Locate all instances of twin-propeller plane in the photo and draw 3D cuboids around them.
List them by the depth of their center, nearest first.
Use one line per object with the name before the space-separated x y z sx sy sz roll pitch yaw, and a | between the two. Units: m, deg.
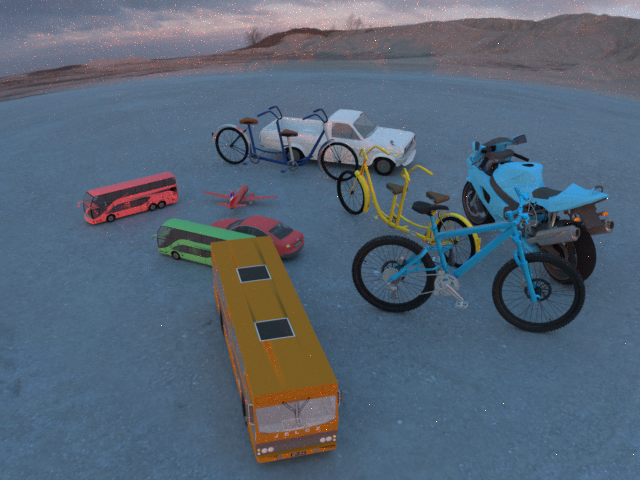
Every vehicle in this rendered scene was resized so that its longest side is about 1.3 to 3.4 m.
twin-propeller plane | -1.419 -0.796 12.219 1.370 0.407 1.095 4 26 8

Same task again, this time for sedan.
sedan | -1.015 -0.100 10.710 1.613 0.483 0.635 13 29 25

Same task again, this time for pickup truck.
pickup truck | 0.372 -2.090 14.199 3.117 0.993 1.244 9 27 18

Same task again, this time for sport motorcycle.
sport motorcycle | 3.025 -0.527 10.316 0.983 1.596 2.955 -11 28 -21

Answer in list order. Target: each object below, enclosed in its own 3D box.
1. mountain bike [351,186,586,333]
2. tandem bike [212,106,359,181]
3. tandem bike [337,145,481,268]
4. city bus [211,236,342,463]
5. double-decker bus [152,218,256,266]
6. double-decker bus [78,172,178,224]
mountain bike | 1.789 0.275 8.572 2.857 1.688 1.114 7 27 14
tandem bike | -0.731 -1.930 13.492 3.192 1.326 0.550 11 28 22
tandem bike | 1.258 -0.612 10.799 0.550 1.326 3.192 -18 31 -33
city bus | -0.621 1.060 7.871 0.926 0.894 3.255 -7 27 -13
double-decker bus | -1.684 0.074 10.288 1.672 0.541 0.389 12 29 23
double-decker bus | -3.229 -0.711 11.892 1.672 0.541 0.389 -19 32 -34
